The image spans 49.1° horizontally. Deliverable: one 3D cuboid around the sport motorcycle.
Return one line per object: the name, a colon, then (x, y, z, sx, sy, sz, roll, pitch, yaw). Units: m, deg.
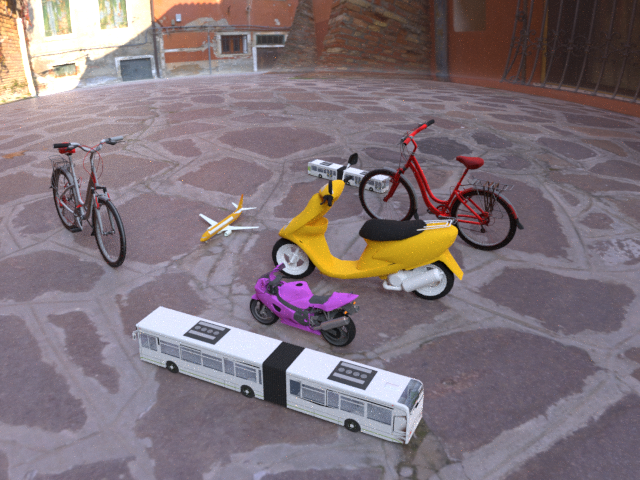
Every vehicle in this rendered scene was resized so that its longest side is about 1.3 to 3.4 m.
sport motorcycle: (-0.225, 0.826, 8.677, 1.520, 0.821, 0.506, 13, 29, 24)

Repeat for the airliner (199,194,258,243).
airliner: (-1.587, -0.350, 11.500, 1.161, 0.429, 1.307, 13, 29, 24)

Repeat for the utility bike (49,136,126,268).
utility bike: (-3.575, -0.785, 10.790, 1.039, 1.839, 2.791, -20, 33, -35)

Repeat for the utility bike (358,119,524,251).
utility bike: (1.786, -0.797, 10.814, 2.791, 1.839, 1.039, 15, 30, 28)

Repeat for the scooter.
scooter: (0.607, -0.118, 9.498, 2.721, 1.786, 1.288, 8, 27, 16)

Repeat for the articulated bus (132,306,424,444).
articulated bus: (-0.554, 1.431, 7.746, 3.401, 0.561, 0.605, 12, 29, 23)

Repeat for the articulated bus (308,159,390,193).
articulated bus: (0.535, -1.238, 13.458, 1.749, 0.289, 0.311, 18, 31, 31)
